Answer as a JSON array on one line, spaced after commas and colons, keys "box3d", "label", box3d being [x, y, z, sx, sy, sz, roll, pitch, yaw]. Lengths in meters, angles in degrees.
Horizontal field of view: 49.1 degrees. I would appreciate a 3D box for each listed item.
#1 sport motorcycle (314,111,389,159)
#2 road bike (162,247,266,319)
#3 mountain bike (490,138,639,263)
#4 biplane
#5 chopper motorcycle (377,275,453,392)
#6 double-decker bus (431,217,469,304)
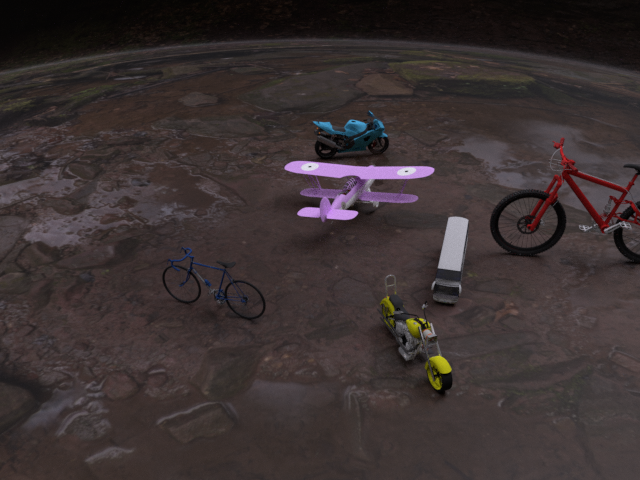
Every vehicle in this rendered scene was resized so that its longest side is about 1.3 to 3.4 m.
[{"box3d": [0.611, -2.002, 13.548, 1.520, 0.821, 0.506, -6, 31, -10], "label": "sport motorcycle"}, {"box3d": [-1.412, 0.574, 9.144, 1.545, 0.852, 0.358, 12, 32, 19], "label": "road bike"}, {"box3d": [3.937, -0.450, 10.058, 2.857, 1.688, 1.114, 4, 31, 7], "label": "mountain bike"}, {"box3d": [0.448, -0.776, 11.310, 2.598, 0.981, 2.120, 14, 33, 22], "label": "biplane"}, {"box3d": [1.132, 1.093, 8.352, 0.466, 0.761, 1.563, -12, 32, -19], "label": "chopper motorcycle"}, {"box3d": [1.876, 0.280, 9.950, 0.389, 0.541, 1.672, 8, 31, 13], "label": "double-decker bus"}]
